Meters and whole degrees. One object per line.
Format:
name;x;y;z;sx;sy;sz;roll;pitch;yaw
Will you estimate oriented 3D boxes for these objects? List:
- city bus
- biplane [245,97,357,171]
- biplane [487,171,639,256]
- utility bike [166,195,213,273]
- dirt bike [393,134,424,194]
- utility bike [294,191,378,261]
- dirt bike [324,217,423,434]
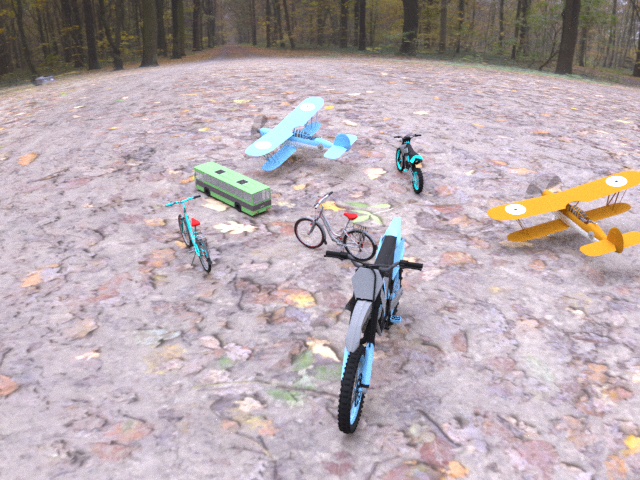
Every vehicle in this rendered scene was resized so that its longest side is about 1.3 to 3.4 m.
city bus;-1.550;-0.897;12.276;0.476;0.460;1.674;-24;37;-38
biplane;-0.369;-1.933;13.670;2.120;0.981;2.598;14;31;25
biplane;3.876;-0.302;10.600;2.598;0.981;2.120;-7;29;-14
utility bike;-1.914;-0.119;10.293;0.535;0.946;1.435;-14;31;-24
dirt bike;1.647;-1.478;12.946;0.527;0.857;1.493;-5;28;-10
utility bike;0.211;-0.164;10.378;1.435;0.946;0.535;14;31;24
dirt bike;0.637;0.759;7.871;1.024;1.666;2.903;8;29;14
